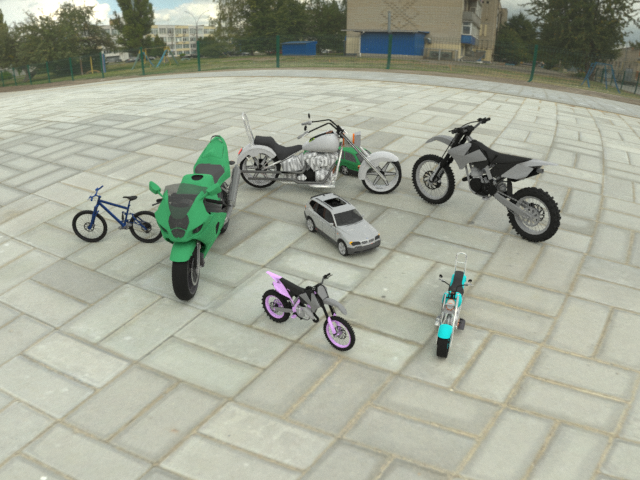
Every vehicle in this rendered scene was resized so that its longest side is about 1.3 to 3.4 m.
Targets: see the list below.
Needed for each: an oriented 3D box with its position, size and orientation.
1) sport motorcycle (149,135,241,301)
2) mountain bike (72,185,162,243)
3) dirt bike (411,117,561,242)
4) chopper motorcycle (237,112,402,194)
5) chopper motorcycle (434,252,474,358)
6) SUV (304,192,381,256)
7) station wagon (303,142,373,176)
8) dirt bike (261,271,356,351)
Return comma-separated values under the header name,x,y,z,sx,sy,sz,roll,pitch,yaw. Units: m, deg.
name,x,y,z,sx,sy,sz,roll,pitch,yaw
sport motorcycle,-1.752,-0.405,10.356,0.983,1.596,2.955,2,27,4
mountain bike,-3.204,-0.351,11.048,1.469,0.868,0.573,1,27,1
dirt bike,2.680,-1.062,11.560,1.024,1.666,2.903,-24,36,-38
chopper motorcycle,-0.018,-1.579,12.771,3.040,1.480,0.906,1,27,3
chopper motorcycle,1.683,0.806,8.913,0.466,0.761,1.563,8,28,15
SUV,0.338,-0.289,11.242,0.656,0.580,1.572,-15,31,-27
station wagon,0.373,-1.722,14.150,1.597,0.473,0.682,23,35,37
dirt bike,-0.164,0.830,8.762,1.493,0.857,0.527,20,33,33
